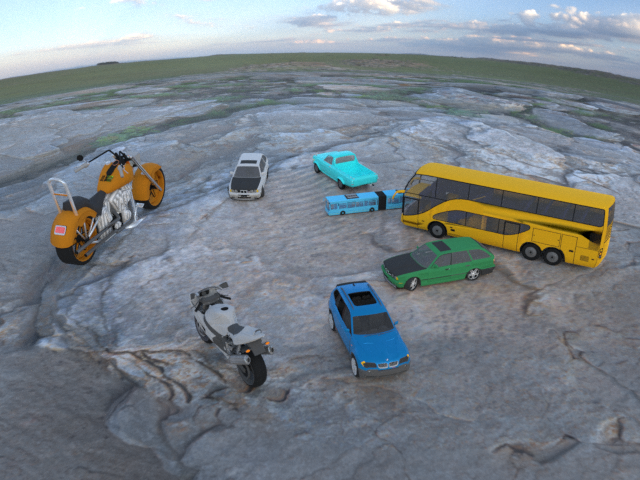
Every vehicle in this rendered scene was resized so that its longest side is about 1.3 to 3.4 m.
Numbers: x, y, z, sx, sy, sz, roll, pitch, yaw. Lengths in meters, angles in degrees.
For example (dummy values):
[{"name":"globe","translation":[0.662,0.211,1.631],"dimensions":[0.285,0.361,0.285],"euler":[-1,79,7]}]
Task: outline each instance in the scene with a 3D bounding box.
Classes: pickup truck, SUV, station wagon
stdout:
[{"name":"pickup truck","translation":[0.450,-1.383,13.254],"dimensions":[0.640,0.511,1.603],"euler":[-13,29,-25]},{"name":"SUV","translation":[0.550,1.020,8.297],"dimensions":[0.656,0.580,1.572],"euler":[-7,27,-13]},{"name":"station wagon","translation":[-1.312,-1.215,12.955],"dimensions":[0.682,0.473,1.597],"euler":[1,26,2]},{"name":"station wagon","translation":[1.662,0.296,9.889],"dimensions":[1.597,0.473,0.682],"euler":[-8,27,-16]}]

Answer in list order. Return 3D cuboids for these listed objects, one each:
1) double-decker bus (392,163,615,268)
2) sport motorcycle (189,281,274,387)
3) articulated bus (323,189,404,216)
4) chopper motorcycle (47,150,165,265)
[{"name":"double-decker bus","translation":[2.735,-0.432,10.712],"dimensions":[3.251,1.052,0.756],"euler":[15,30,27]},{"name":"sport motorcycle","translation":[-1.051,1.053,7.958],"dimensions":[0.506,0.821,1.520],"euler":[-18,32,-33]},{"name":"articulated bus","translation":[0.938,-0.668,12.054],"dimensions":[1.749,0.289,0.311],"euler":[-7,27,-13]},{"name":"chopper motorcycle","translation":[-3.205,-0.749,10.870],"dimensions":[0.906,1.480,3.040],"euler":[6,27,13]}]
